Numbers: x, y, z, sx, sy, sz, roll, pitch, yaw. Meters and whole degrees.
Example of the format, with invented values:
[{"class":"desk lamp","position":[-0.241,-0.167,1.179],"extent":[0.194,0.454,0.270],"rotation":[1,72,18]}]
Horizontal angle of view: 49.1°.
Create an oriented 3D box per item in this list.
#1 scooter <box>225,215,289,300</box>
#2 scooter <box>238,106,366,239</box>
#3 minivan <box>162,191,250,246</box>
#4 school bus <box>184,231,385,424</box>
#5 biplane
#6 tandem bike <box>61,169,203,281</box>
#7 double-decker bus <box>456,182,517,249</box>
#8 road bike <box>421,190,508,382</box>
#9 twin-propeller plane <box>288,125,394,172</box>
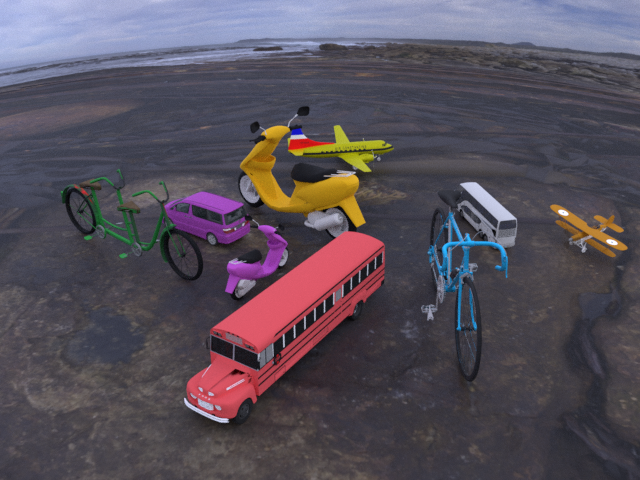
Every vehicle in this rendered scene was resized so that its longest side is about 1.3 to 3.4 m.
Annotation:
[{"class":"scooter","position":[-0.839,0.199,9.602],"extent":[0.662,0.919,1.399],"rotation":[16,31,27]},{"class":"scooter","position":[-0.385,-1.065,11.085],"extent":[2.721,1.786,1.288],"rotation":[23,35,36]},{"class":"minivan","position":[-1.851,-0.409,11.092],"extent":[1.548,0.616,0.681],"rotation":[18,33,31]},{"class":"school bus","position":[-0.303,0.920,8.304],"extent":[0.709,0.844,3.322],"rotation":[17,32,29]},{"class":"biplane","position":[4.145,-0.116,10.653],"extent":[1.090,0.504,1.336],"rotation":[-18,33,-31]},{"class":"tandem bike","position":[-2.854,-0.372,10.256],"extent":[3.192,1.326,0.550],"rotation":[20,34,33]},{"class":"double-decker bus","position":[2.616,-0.433,11.220],"extent":[0.389,0.541,1.672],"rotation":[-6,28,-12]},{"class":"road bike","position":[1.626,0.346,8.525],"extent":[0.696,1.656,3.004],"rotation":[-1,28,-1]},{"class":"twin-propeller plane","position":[0.428,-1.866,13.691],"extent":[2.129,0.792,2.663],"rotation":[-5,28,-10]}]
